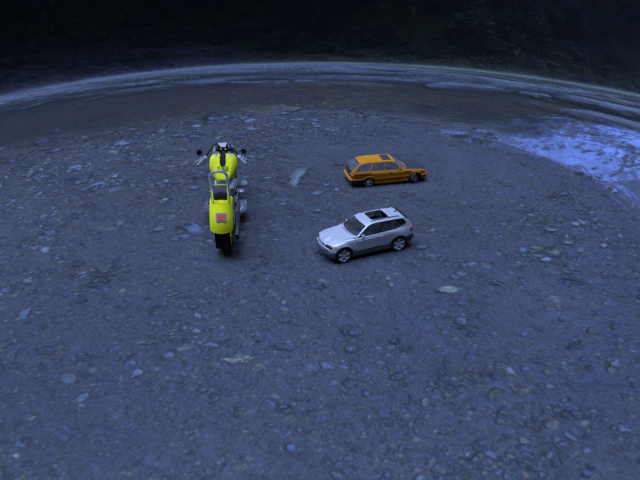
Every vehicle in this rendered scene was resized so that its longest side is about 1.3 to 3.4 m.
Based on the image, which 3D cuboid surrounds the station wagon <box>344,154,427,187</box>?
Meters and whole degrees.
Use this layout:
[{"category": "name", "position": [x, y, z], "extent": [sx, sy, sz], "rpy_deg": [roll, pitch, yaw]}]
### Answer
[{"category": "station wagon", "position": [1.289, -1.405, 13.686], "extent": [1.597, 0.473, 0.682], "rpy_deg": [-6, 28, -11]}]

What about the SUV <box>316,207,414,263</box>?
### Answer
[{"category": "SUV", "position": [0.719, -0.124, 11.145], "extent": [1.572, 0.580, 0.656], "rpy_deg": [-12, 30, -21]}]

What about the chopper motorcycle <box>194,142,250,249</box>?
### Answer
[{"category": "chopper motorcycle", "position": [-1.620, -1.006, 11.853], "extent": [0.906, 1.480, 3.040], "rpy_deg": [-2, 28, -5]}]
